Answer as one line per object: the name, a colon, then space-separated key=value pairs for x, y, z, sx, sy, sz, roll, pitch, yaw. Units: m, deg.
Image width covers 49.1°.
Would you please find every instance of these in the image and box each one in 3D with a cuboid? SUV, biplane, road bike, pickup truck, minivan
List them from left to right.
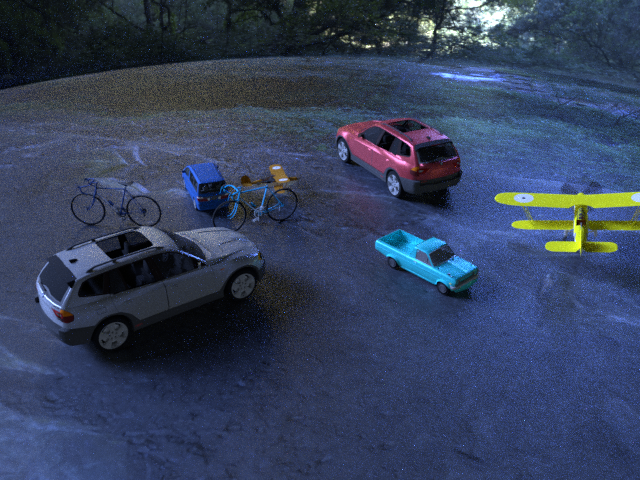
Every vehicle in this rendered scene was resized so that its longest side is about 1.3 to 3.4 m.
road bike: x=-3.382 y=-0.606 z=11.532 sx=1.545 sy=0.852 sz=0.358 roll=3 pitch=29 yaw=5
SUV: x=-2.207 y=0.415 z=9.373 sx=3.058 sy=1.128 sz=1.276 roll=-20 pitch=35 yaw=-32
minivan: x=-2.078 y=-1.051 z=12.592 sx=0.681 sy=0.616 sz=1.548 roll=-10 pitch=30 yaw=-18
road bike: x=-1.054 y=-0.592 z=11.505 sx=1.545 sy=0.852 sz=0.358 roll=-15 pitch=32 yaw=-26
biplane: x=-0.897 y=-1.068 z=12.739 sx=1.090 sy=0.504 sz=1.336 roll=-5 pitch=29 yaw=-10
SUV: x=1.441 y=-1.784 z=13.398 sx=1.276 sy=1.128 sz=3.058 roll=-14 pitch=32 yaw=-24
pickup truck: x=1.561 y=0.248 z=10.323 sx=0.640 sy=0.511 sz=1.603 roll=-23 pitch=36 yaw=-36
biplane: x=3.976 y=-0.273 z=10.787 sx=2.598 sy=0.981 sz=2.120 roll=9 pitch=30 yaw=16
